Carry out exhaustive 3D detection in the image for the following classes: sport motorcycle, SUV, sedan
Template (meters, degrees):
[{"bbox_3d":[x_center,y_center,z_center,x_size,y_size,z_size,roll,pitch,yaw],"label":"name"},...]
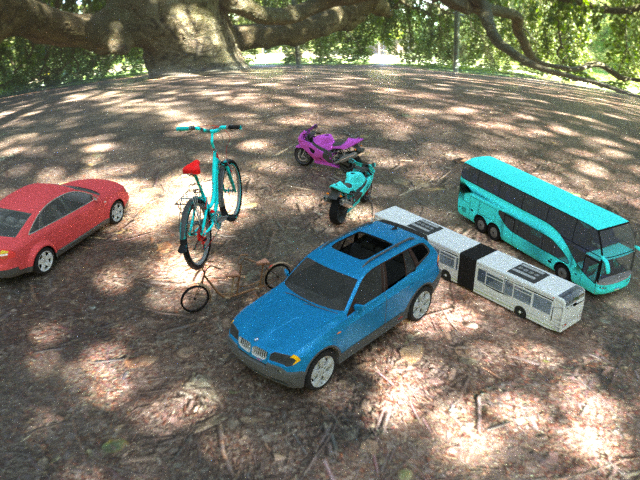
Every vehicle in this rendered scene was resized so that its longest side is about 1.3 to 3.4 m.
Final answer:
[{"bbox_3d":[0.541,-0.842,11.903,0.506,0.821,1.520,14,30,25],"label":"sport motorcycle"},{"bbox_3d":[0.156,-1.756,13.707,1.520,0.821,0.506,14,30,25],"label":"sport motorcycle"},{"bbox_3d":[0.264,0.658,8.606,1.276,1.128,3.058,23,35,37],"label":"SUV"},{"bbox_3d":[-4.200,-0.395,10.892,1.235,0.940,3.137,9,28,18],"label":"sedan"}]

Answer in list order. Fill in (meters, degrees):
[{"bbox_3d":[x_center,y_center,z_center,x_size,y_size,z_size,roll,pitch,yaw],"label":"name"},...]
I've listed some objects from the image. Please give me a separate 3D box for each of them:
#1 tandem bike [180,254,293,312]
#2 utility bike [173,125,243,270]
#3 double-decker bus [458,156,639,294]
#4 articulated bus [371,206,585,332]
[{"bbox_3d":[-1.095,0.513,9.385,1.642,0.682,0.283,-14,30,-26],"label":"tandem bike"},{"bbox_3d":[-1.750,-0.790,10.676,1.039,1.839,2.791,5,27,10],"label":"utility bike"},{"bbox_3d":[3.322,-0.282,10.545,0.756,1.052,3.251,-13,30,-24],"label":"double-decker bus"},{"bbox_3d":[2.076,0.315,9.910,0.605,0.561,3.401,-21,34,-35],"label":"articulated bus"}]
